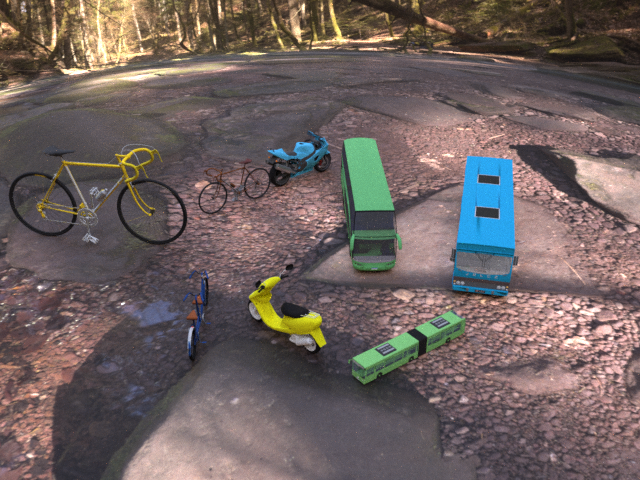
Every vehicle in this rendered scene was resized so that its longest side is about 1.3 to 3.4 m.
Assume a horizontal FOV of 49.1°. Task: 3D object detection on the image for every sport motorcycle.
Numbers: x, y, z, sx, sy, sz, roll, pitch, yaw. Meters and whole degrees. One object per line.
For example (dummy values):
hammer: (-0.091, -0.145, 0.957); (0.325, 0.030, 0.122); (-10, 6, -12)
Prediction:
sport motorcycle: (-0.376, -1.559, 13.467); (1.520, 0.821, 0.506); (-22, 36, -34)

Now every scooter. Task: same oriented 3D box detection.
scooter: (-0.464, 0.870, 9.028); (1.399, 0.919, 0.662); (25, 37, 37)

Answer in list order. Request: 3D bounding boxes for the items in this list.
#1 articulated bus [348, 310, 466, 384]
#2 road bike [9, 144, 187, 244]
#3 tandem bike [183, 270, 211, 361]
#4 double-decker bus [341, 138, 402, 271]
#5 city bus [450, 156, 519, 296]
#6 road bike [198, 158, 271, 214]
articulated bus: (1.138, 1.333, 8.846); (1.749, 0.289, 0.311); (-20, 35, -31)
road bike: (-3.581, -0.722, 11.118); (3.004, 1.656, 0.697); (4, 30, 8)
tandem bike: (-1.607, 0.901, 9.215); (0.283, 0.682, 1.642); (0, 29, 0)
double-decker bus: (0.765, -0.644, 11.596); (0.756, 1.052, 3.251); (-1, 29, -2)
city bus: (2.623, -0.303, 11.149); (0.926, 0.894, 3.255); (6, 30, 11)
road bike: (-1.502, -0.991, 12.421); (1.545, 0.852, 0.358); (-22, 36, -34)
